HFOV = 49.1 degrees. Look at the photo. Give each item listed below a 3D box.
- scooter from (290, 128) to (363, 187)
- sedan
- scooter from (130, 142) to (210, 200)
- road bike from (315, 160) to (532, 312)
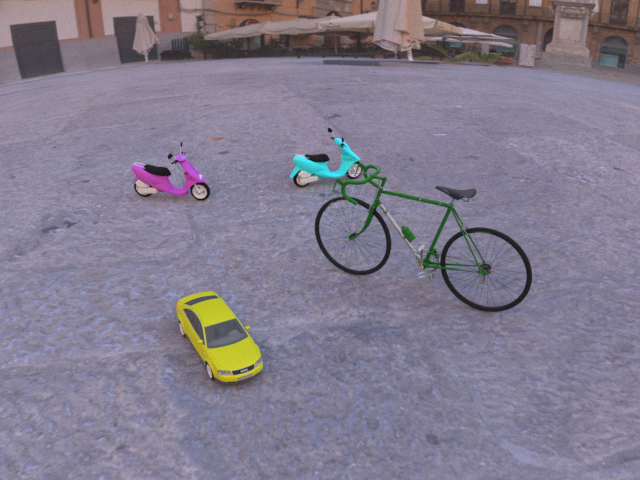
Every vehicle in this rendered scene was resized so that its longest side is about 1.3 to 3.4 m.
[{"bbox_3d":[0.130,-1.435,12.380,1.399,0.919,0.662,-11,30,-20],"label":"scooter"},{"bbox_3d":[-1.184,1.059,8.099,0.635,0.483,1.613,-14,31,-25],"label":"sedan"},{"bbox_3d":[-2.547,-1.122,11.784,1.399,0.919,0.662,4,28,8],"label":"scooter"},{"bbox_3d":[1.237,-0.054,8.957,3.004,1.656,0.696,15,31,26],"label":"road bike"}]
